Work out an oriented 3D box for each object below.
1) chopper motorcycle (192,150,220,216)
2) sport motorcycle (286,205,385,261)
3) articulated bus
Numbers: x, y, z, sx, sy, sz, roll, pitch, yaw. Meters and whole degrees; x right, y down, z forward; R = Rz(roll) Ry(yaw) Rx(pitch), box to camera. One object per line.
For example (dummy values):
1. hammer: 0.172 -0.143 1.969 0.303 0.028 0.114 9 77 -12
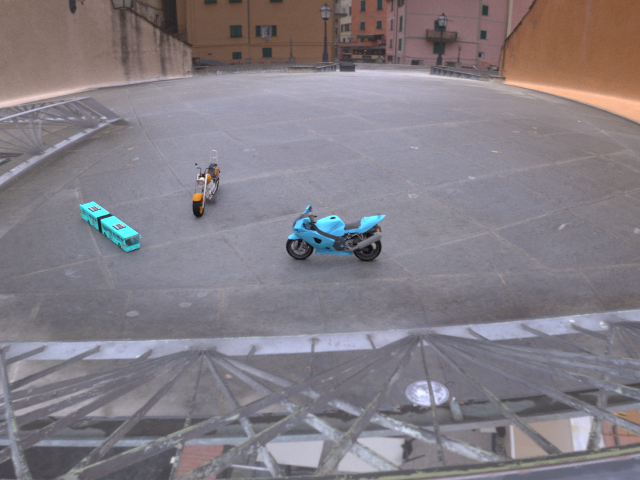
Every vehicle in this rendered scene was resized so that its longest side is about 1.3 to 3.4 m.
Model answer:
1. chopper motorcycle: -2.087 -1.048 12.800 0.466 0.761 1.563 3 27 5
2. sport motorcycle: 0.229 -0.062 10.777 1.520 0.821 0.506 1 27 2
3. articulated bus: -3.537 -0.243 11.728 0.311 0.289 1.749 -21 34 -36
